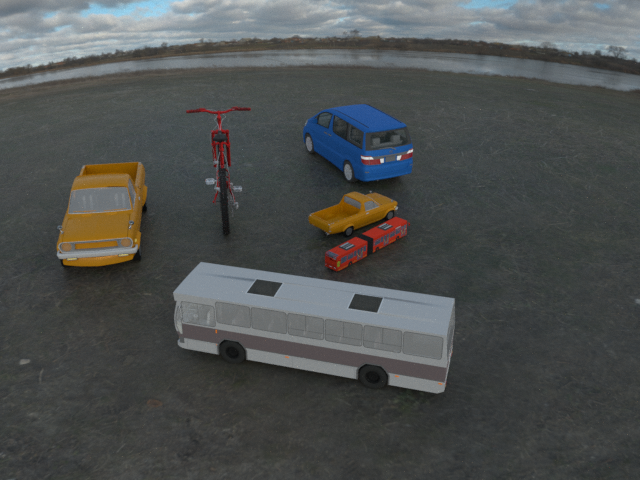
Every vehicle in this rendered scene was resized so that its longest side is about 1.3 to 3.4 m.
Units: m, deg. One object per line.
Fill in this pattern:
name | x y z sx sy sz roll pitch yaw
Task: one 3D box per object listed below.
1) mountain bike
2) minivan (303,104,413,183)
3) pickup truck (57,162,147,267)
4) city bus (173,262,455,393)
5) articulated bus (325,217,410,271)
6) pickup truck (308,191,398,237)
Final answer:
mountain bike | -1.685 -1.296 12.069 1.114 1.688 2.857 -4 27 -7
minivan | 0.684 -2.109 14.213 1.324 1.197 3.011 -12 29 -22
pickup truck | -3.507 -0.595 11.454 1.244 0.993 3.117 -5 27 -9
city bus | -0.079 1.037 8.347 3.255 0.894 0.926 7 28 14
articulated bus | 0.758 0.046 10.970 0.311 0.289 1.749 23 35 38
pickup truck | 0.577 -0.490 11.781 1.603 0.511 0.640 -21 34 -35
